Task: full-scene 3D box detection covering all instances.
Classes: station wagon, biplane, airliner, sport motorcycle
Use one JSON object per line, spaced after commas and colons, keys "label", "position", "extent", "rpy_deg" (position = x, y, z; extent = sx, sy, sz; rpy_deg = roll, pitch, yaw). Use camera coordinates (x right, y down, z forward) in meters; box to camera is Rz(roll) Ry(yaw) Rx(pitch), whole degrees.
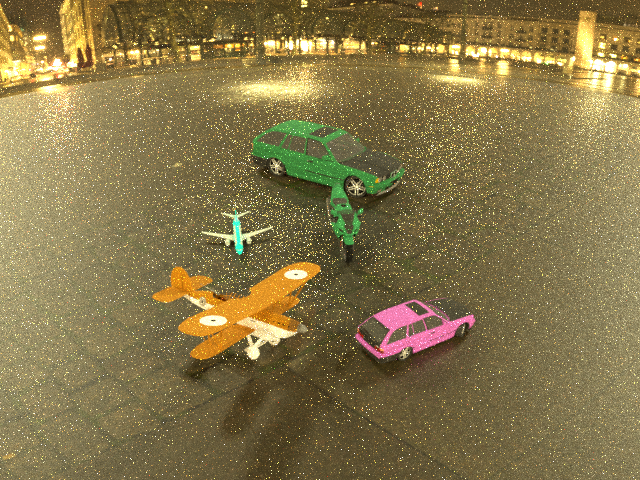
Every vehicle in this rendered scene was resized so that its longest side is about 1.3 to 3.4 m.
{"label": "station wagon", "position": [0.134, -1.673, 13.697], "extent": [3.105, 0.920, 1.327], "rpy_deg": [18, 32, 30]}
{"label": "station wagon", "position": [1.250, 1.057, 8.938], "extent": [1.597, 0.473, 0.682], "rpy_deg": [-16, 31, -28]}
{"label": "biplane", "position": [-1.039, 0.838, 8.810], "extent": [2.120, 0.981, 2.598], "rpy_deg": [15, 31, 27]}
{"label": "airliner", "position": [-1.343, -0.187, 11.375], "extent": [1.161, 0.429, 1.307], "rpy_deg": [-4, 28, -8]}
{"label": "sport motorcycle", "position": [0.365, -0.286, 11.142], "extent": [0.506, 0.821, 1.520], "rpy_deg": [-3, 28, -6]}
